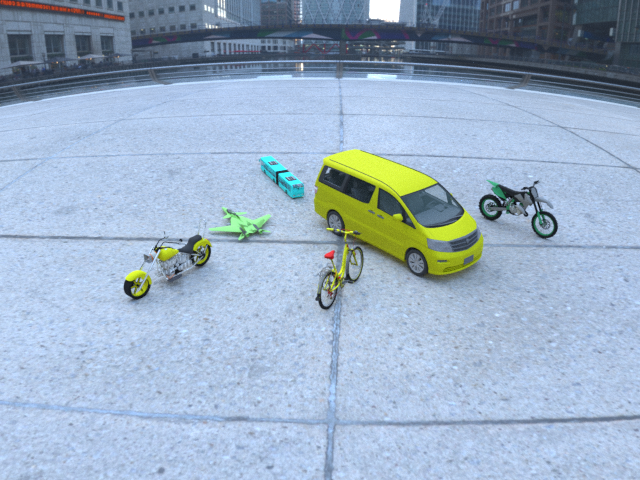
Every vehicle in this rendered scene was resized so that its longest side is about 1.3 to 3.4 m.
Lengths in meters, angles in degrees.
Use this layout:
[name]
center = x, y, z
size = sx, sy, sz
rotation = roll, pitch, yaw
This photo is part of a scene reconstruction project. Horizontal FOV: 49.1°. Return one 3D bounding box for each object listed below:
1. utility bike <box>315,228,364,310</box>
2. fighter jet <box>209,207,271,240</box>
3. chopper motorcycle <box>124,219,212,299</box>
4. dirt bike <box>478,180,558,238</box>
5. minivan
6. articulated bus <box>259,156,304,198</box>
[utility bike]
center = 0.248, 0.338, 9.815
size = 0.535, 0.946, 1.435
rotation = 14, 30, 25
[fighter jet]
center = -1.419, -0.409, 12.053
size = 1.147, 0.286, 1.358
rotation = -15, 30, -28
[chopper motorcycle]
center = -2.197, 0.262, 10.175
size = 0.466, 0.761, 1.563
rotation = 20, 33, 35
[dirt bike]
center = 3.336, -0.584, 11.766
size = 1.493, 0.857, 0.527
rotation = 24, 35, 39
[minivan]
center = 1.220, -0.497, 11.211
size = 1.324, 1.197, 3.011
rotation = -21, 33, -35
[articulated bus]
center = -0.762, -1.253, 13.746
size = 0.311, 0.289, 1.749
rotation = -11, 29, -22
